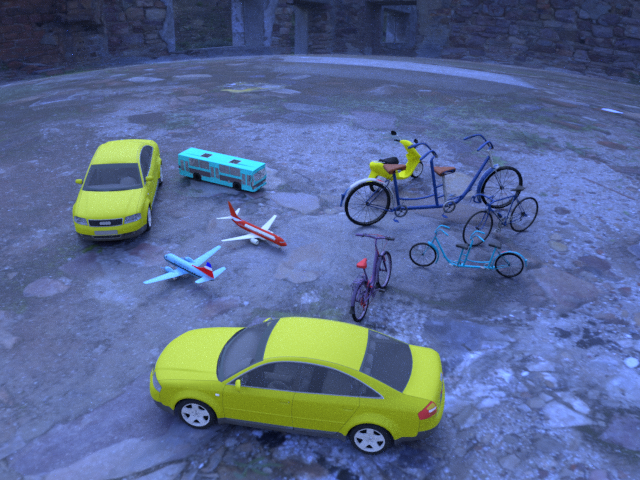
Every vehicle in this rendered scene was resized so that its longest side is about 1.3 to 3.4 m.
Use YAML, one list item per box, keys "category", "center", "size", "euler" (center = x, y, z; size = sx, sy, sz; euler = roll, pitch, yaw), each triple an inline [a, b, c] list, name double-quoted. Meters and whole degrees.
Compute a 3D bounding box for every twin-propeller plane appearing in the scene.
- category: "twin-propeller plane"
  center: [-1.849, 0.341, 9.813]
  size: [1.095, 0.407, 1.370]
  euler: [22, 36, 35]

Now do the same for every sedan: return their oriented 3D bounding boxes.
- category: "sedan"
  center: [-3.359, -1.006, 11.747]
  size: [1.235, 0.940, 3.137]
  euler: [-3, 28, -5]
- category: "sedan"
  center: [-0.264, 1.370, 7.347]
  size: [3.137, 0.940, 1.235]
  euler: [5, 29, 10]

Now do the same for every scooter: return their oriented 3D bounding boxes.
- category: "scooter"
  center: [1.373, -1.405, 12.508]
  size: [1.399, 0.919, 0.662]
  euler: [-21, 35, -34]

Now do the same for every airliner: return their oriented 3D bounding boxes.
- category: "airliner"
  center: [-0.991, -0.230, 10.847]
  size: [1.307, 0.429, 1.161]
  euler: [23, 36, 35]

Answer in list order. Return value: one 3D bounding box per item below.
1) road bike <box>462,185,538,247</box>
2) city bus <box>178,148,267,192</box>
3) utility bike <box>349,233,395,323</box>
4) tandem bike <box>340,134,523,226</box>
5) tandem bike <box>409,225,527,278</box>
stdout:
- category: "road bike"
  center: [2.793, -0.397, 10.711]
  size: [1.545, 0.852, 0.358]
  euler: [-16, 32, -26]
- category: "city bus"
  center: [-1.785, -1.266, 12.733]
  size: [1.674, 0.460, 0.476]
  euler: [14, 32, 25]
- category: "utility bike"
  center: [0.631, 0.418, 9.103]
  size: [0.535, 0.946, 1.435]
  euler: [13, 31, 22]
- category: "tandem bike"
  center: [1.854, -0.957, 11.251]
  size: [3.192, 1.326, 0.550]
  euler: [-7, 29, -13]
- category: "tandem bike"
  center: [2.081, 0.162, 9.855]
  size: [1.642, 0.682, 0.283]
  euler: [7, 29, 12]
